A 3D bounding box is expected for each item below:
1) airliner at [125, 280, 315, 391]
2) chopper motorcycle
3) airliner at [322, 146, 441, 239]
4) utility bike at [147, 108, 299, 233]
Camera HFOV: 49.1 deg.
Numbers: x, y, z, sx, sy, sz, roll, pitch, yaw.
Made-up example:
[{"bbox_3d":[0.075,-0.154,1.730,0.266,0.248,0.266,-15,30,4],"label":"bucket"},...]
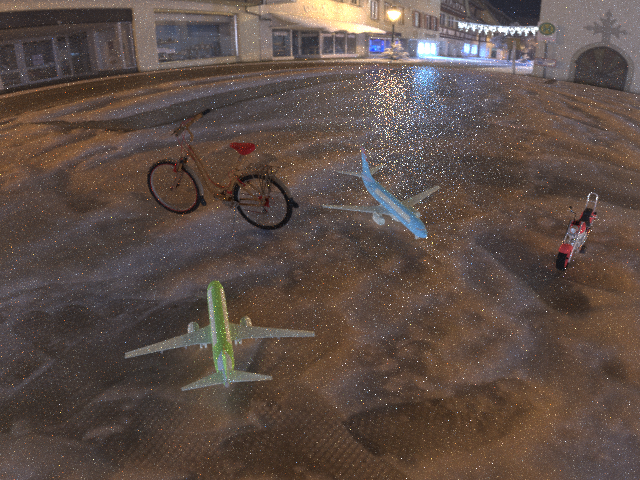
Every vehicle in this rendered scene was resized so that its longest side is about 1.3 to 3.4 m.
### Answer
[{"bbox_3d":[-1.229,0.956,8.546,2.257,0.835,2.541,-5,28,-10],"label":"airliner"},{"bbox_3d":[3.935,-0.139,10.706,0.466,0.761,1.563,17,32,29],"label":"chopper motorcycle"},{"bbox_3d":[1.198,-0.810,11.902,2.257,0.835,2.541,-10,29,-19],"label":"airliner"},{"bbox_3d":[-1.681,-1.048,11.277,2.791,1.839,1.039,10,29,18],"label":"utility bike"}]
